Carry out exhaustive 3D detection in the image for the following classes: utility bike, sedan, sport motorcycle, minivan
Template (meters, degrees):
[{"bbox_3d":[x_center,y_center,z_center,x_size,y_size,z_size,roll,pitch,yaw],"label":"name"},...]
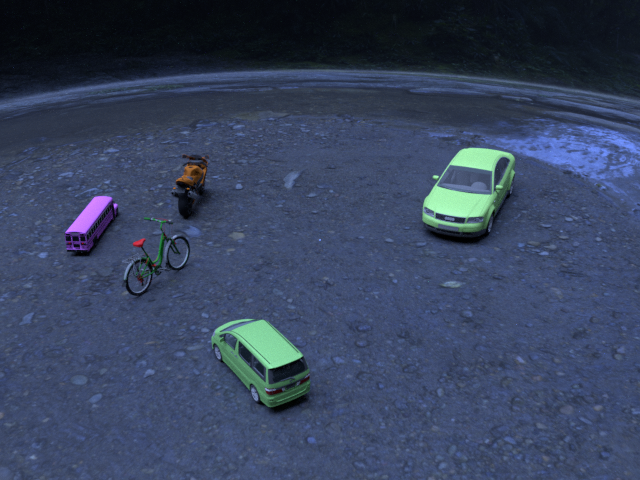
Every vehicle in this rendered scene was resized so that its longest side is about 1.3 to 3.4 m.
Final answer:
[{"bbox_3d":[-2.421,0.178,10.172,0.535,0.946,1.435,14,30,26],"label":"utility bike"},{"bbox_3d":[2.718,-1.003,12.528,1.235,0.940,3.137,11,29,22],"label":"sedan"},{"bbox_3d":[-2.326,-1.026,12.706,0.506,0.821,1.520,2,27,5],"label":"sport motorcycle"},{"bbox_3d":[-0.739,1.324,8.262,0.681,0.616,1.548,-17,31,-30],"label":"minivan"}]

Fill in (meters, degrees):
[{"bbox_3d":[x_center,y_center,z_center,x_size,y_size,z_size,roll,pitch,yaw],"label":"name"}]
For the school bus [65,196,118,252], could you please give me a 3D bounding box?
[{"bbox_3d":[-3.782,-0.311,11.714,0.365,0.434,1.708,1,27,2],"label":"school bus"}]
